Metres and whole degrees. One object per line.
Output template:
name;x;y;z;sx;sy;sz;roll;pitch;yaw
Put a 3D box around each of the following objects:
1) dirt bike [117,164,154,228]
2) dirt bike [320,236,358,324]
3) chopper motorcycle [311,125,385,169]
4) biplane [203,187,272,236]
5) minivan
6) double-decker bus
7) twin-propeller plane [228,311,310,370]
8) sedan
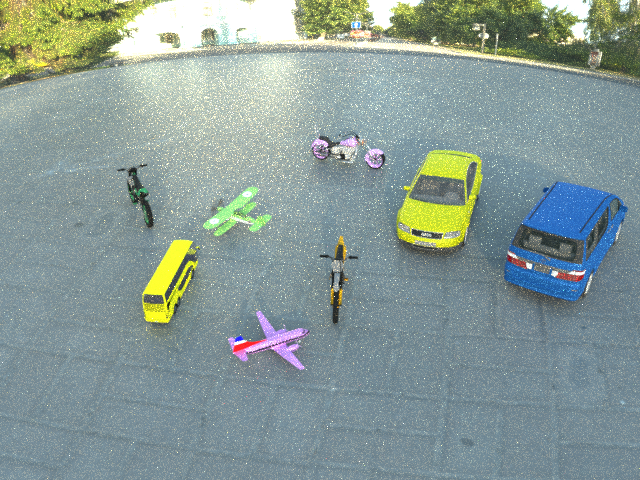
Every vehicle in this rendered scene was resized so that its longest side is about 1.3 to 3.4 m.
dirt bike;-3.200;-0.838;12.297;0.527;0.857;1.493;-14;33;-24
dirt bike;0.272;0.501;9.966;0.527;0.857;1.493;2;30;4
chopper motorcycle;0.565;-1.897;14.237;1.563;0.761;0.466;10;31;17
biplane;-1.367;-0.386;11.864;1.090;0.504;1.336;18;35;29
minivan;3.902;-0.205;10.854;1.324;1.197;3.011;18;34;28
double-decker bus;-2.149;0.549;10.202;0.389;0.541;1.672;3;30;5
twin-propeller plane;-0.617;1.281;9.061;1.095;0.407;1.370;-15;33;-24
sedan;2.136;-0.841;12.219;1.235;0.940;3.137;9;31;15
